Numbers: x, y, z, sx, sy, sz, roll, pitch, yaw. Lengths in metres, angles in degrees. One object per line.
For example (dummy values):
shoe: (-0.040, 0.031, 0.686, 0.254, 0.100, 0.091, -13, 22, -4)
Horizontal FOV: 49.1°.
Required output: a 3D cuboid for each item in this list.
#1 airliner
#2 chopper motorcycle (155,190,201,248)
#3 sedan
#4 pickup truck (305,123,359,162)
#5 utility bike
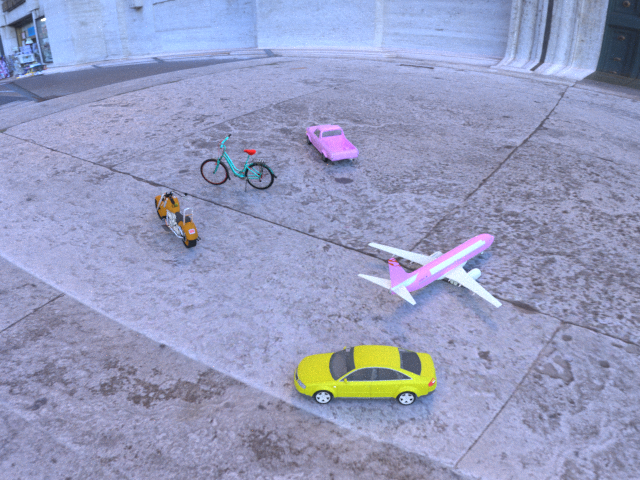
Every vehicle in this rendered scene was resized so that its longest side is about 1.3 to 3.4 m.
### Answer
airliner: (1.739, 0.192, 9.815, 2.541, 0.835, 2.257, -26, 39, -37)
chopper motorcycle: (-2.291, -0.443, 11.001, 0.466, 0.761, 1.563, -17, 34, -27)
sedan: (0.510, 1.481, 7.914, 1.613, 0.483, 0.635, 0, 30, 1)
pickup truck: (0.220, -1.981, 13.946, 0.640, 0.511, 1.603, -10, 31, -17)
utility bike: (-1.471, -1.322, 12.356, 1.435, 0.946, 0.535, 6, 30, 11)
